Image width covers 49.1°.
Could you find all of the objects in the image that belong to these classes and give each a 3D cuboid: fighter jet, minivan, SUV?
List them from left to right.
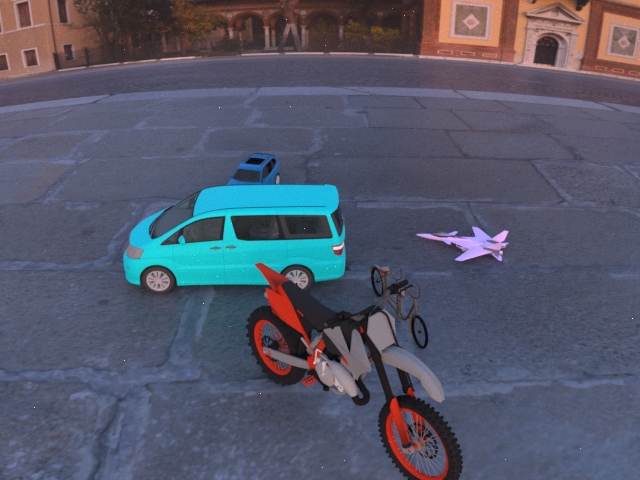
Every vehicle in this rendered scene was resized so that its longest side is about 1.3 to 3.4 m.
[{"bbox_3d":[-1.158,-0.069,9.518,3.011,1.197,1.324,0,28,-1],"label":"minivan"},{"bbox_3d":[-1.170,-1.030,12.005,0.656,0.580,1.572,8,29,14],"label":"SUV"},{"bbox_3d":[2.091,-0.036,10.432,1.358,0.286,1.147,11,30,20],"label":"fighter jet"}]

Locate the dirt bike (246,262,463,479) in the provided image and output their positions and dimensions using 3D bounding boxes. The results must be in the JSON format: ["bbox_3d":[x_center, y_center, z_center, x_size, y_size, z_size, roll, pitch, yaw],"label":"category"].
[{"bbox_3d":[0.214,1.141,6.716,1.024,1.666,2.903,-23,36,-37],"label":"dirt bike"}]

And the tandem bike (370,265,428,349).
[{"bbox_3d":[0.959,0.682,8.645,0.283,0.682,1.642,-9,29,-17],"label":"tandem bike"}]
